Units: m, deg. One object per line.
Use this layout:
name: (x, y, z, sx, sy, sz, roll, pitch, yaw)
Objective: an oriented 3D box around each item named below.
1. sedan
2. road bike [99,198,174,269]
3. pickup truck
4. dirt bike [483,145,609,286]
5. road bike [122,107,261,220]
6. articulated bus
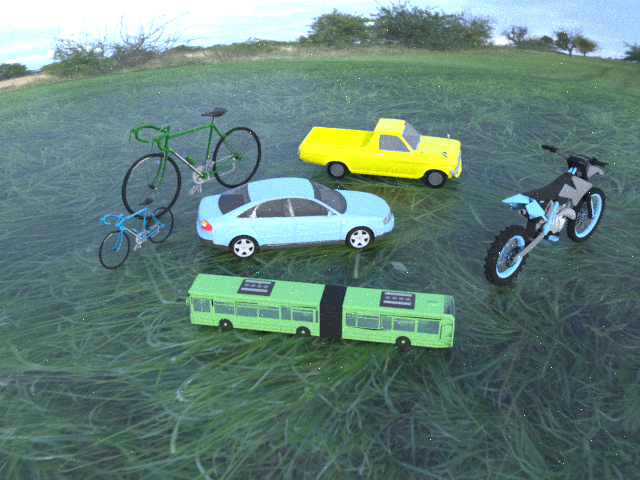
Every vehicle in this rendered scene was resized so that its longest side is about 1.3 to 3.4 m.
sedan: (-0.373, -0.447, 11.071, 3.137, 0.940, 1.235, -4, 28, -8)
road bike: (-2.768, -0.156, 10.613, 0.358, 0.852, 1.545, 16, 32, 28)
pickup truck: (1.186, -1.776, 13.525, 3.117, 0.993, 1.244, 6, 29, 12)
dirt bike: (3.398, -0.420, 10.242, 2.903, 1.666, 1.024, -21, 35, -34)
road bike: (-2.151, -1.413, 12.129, 0.697, 1.656, 3.004, 24, 36, 38)
articulated bus: (-0.015, 0.893, 8.941, 3.401, 0.561, 0.605, 4, 28, 8)
